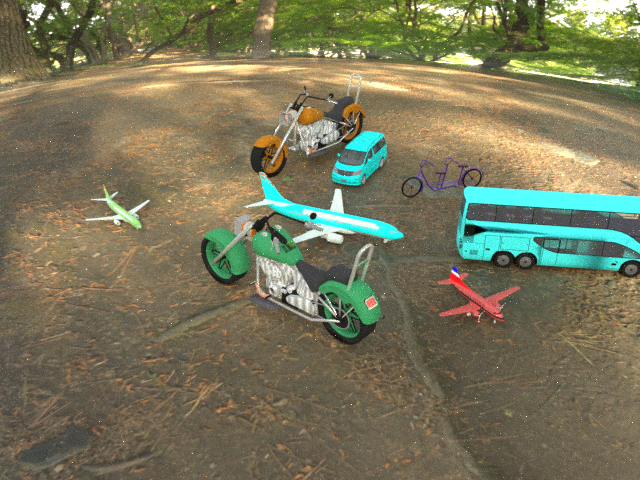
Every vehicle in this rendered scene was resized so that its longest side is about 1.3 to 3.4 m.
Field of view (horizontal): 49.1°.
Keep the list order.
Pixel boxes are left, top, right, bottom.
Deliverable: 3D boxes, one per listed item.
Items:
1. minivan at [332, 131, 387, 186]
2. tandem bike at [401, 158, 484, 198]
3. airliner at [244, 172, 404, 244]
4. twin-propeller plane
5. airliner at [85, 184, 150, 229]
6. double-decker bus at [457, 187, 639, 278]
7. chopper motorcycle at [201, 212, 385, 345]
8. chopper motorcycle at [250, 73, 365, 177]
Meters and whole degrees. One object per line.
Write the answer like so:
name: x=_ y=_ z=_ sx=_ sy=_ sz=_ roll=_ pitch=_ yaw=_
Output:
minivan: x=0.764 y=-1.557 z=13.333 sx=0.681 sy=0.616 sz=1.548 roll=13 pitch=31 yaw=22
tandem bike: x=2.215 y=-1.148 z=12.503 sx=1.642 sy=0.682 sz=0.283 roll=-9 pitch=30 yaw=-16
airliner: x=0.128 y=-0.508 z=11.153 sx=2.541 sy=0.835 sz=2.257 roll=12 pitch=30 yaw=21
twin-propeller plane: x=2.071 y=0.735 z=9.293 sx=1.370 sy=0.407 sz=1.095 roll=-15 pitch=32 yaw=-26
airliner: x=-3.300 y=-0.540 z=11.640 sx=1.161 sy=0.429 sz=1.307 roll=-22 pitch=35 yaw=-35
double-decker bus: x=3.668 y=-0.129 z=10.220 sx=3.251 sy=1.052 sz=0.756 roll=4 pitch=29 yaw=8
chopper motorcycle: x=-0.484 y=0.279 z=9.009 sx=3.040 sy=1.480 sz=0.906 roll=23 pitch=36 yaw=36
chopper motorcycle: x=-0.183 y=-2.292 z=13.787 sx=0.906 sy=1.480 sz=3.040 roll=24 pitch=36 yaw=37
